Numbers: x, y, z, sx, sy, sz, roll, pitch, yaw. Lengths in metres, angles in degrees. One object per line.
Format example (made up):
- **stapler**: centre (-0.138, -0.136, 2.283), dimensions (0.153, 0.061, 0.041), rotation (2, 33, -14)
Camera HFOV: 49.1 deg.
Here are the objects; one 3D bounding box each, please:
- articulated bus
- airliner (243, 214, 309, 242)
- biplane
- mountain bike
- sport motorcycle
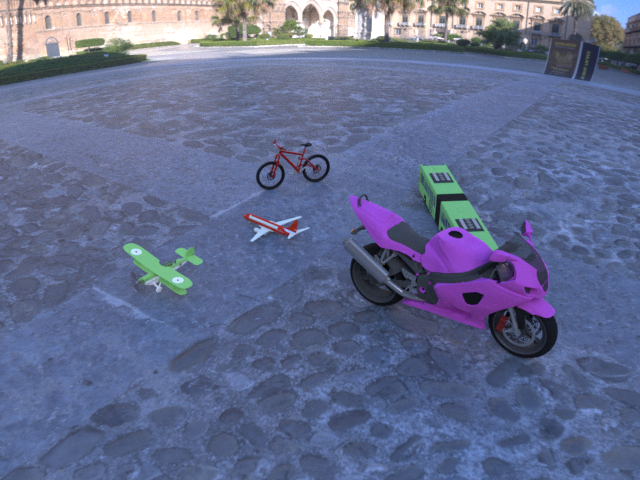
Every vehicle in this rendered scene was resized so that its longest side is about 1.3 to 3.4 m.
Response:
- **articulated bus**: centre (2.201, -0.388, 11.482), dimensions (0.605, 0.561, 3.401), rotation (-2, 29, -4)
- **airliner**: centre (-0.813, -0.318, 11.491), dimensions (1.307, 0.429, 1.161), rotation (23, 36, 36)
- **biplane**: centre (-2.196, 0.421, 10.055), dimensions (1.336, 0.504, 1.090), rotation (21, 35, 33)
- **mountain bike**: centre (-0.496, -1.413, 13.044), dimensions (1.469, 0.868, 0.573), rotation (-11, 30, -20)
- **sport motorcycle**: centre (1.610, 0.432, 8.893), dimensions (2.955, 1.596, 0.983), rotation (19, 34, 31)
